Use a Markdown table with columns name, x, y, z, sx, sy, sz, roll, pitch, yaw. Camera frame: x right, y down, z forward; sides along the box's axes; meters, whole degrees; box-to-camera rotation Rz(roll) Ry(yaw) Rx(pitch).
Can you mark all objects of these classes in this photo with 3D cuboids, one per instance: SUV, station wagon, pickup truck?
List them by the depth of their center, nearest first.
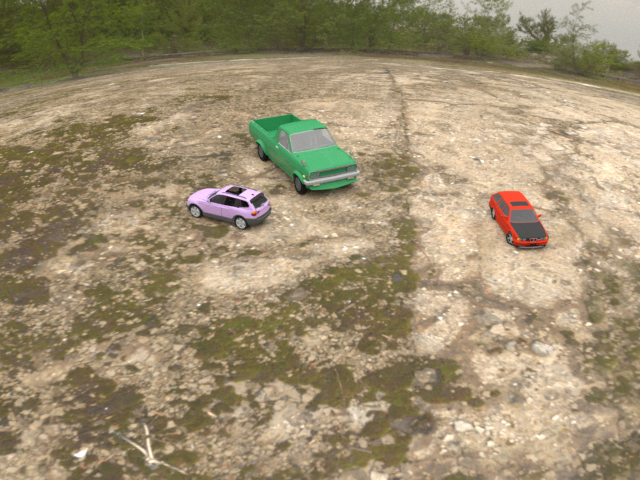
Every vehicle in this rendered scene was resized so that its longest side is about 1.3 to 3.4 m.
| name | x | y | z | sx | sy | sz | roll | pitch | yaw |
| --- | --- | --- | --- | --- | --- | --- | --- | --- | --- |
| station wagon | 3.408 | -0.400 | 12.034 | 0.682 | 0.473 | 1.597 | -2 | 29 | -4 |
| SUV | -1.625 | -0.665 | 12.404 | 1.572 | 0.580 | 0.656 | 14 | 32 | 24 |
| pickup truck | -0.400 | -1.927 | 14.265 | 1.244 | 0.993 | 3.117 | -13 | 32 | -23 |
